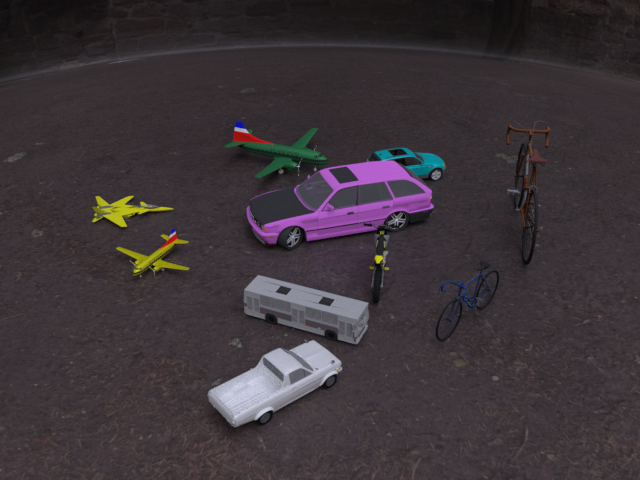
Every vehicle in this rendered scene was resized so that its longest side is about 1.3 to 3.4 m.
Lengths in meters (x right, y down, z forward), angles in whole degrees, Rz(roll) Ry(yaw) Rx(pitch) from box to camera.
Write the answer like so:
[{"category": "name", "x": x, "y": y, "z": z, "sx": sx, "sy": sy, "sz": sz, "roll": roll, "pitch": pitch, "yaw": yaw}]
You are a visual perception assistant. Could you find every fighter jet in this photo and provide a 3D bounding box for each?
[{"category": "fighter jet", "x": -3.243, "y": -0.577, "z": 12.183, "sx": 1.358, "sy": 0.286, "sz": 1.147, "roll": -4, "pitch": 31, "yaw": -6}]

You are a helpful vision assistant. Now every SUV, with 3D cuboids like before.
[{"category": "SUV", "x": 1.635, "y": -1.447, "z": 13.375, "sx": 1.572, "sy": 0.580, "sz": 0.656, "roll": -10, "pitch": 32, "yaw": -16}]

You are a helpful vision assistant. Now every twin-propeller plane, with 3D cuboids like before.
[{"category": "twin-propeller plane", "x": -0.793, "y": -1.845, "z": 13.844, "sx": 2.129, "sy": 0.792, "sz": 2.663, "roll": 12, "pitch": 33, "yaw": 20}, {"category": "twin-propeller plane", "x": -2.516, "y": 0.208, "z": 10.725, "sx": 1.370, "sy": 0.407, "sz": 1.095, "roll": 14, "pitch": 33, "yaw": 23}]

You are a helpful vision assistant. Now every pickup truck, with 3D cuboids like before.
[{"category": "pickup truck", "x": -0.503, "y": 1.629, "z": 8.202, "sx": 1.603, "sy": 0.511, "sz": 0.640, "roll": -22, "pitch": 37, "yaw": -33}]

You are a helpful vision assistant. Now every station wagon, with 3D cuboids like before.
[{"category": "station wagon", "x": 0.318, "y": -0.677, "z": 11.727, "sx": 3.105, "sy": 0.920, "sz": 1.327, "roll": -10, "pitch": 32, "yaw": -16}]

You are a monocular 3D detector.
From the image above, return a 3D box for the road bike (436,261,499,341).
[{"category": "road bike", "x": 2.002, "y": 0.757, "z": 9.350, "sx": 0.358, "sy": 0.852, "sz": 1.545, "roll": 25, "pitch": 39, "yaw": 36}]

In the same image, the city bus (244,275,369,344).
[{"category": "city bus", "x": -0.195, "y": 0.943, "z": 9.421, "sx": 1.674, "sy": 0.460, "sz": 0.476, "roll": 13, "pitch": 33, "yaw": 20}]

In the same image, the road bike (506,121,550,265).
[{"category": "road bike", "x": 3.355, "y": -0.872, "z": 11.331, "sx": 0.697, "sy": 1.656, "sz": 3.004, "roll": 5, "pitch": 31, "yaw": 8}]

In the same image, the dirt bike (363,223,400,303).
[{"category": "dirt bike", "x": 0.874, "y": 0.225, "z": 10.251, "sx": 0.527, "sy": 0.857, "sz": 1.493, "roll": 4, "pitch": 31, "yaw": 7}]
